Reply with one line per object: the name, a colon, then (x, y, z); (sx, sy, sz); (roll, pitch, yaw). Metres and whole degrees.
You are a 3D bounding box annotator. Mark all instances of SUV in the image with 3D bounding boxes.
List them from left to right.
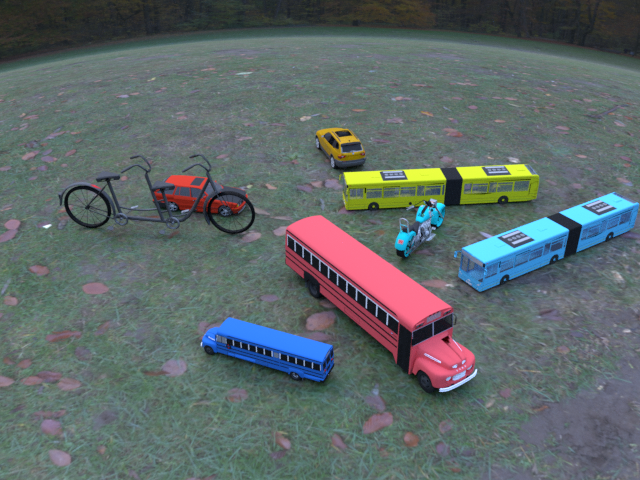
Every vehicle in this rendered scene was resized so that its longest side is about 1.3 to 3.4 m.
SUV: (0.395, -1.901, 13.737); (0.656, 0.580, 1.572); (-9, 32, -15)

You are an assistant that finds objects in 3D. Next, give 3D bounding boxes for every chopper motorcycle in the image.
chopper motorcycle: (1.600, -0.295, 10.913); (0.466, 0.761, 1.563); (18, 36, 27)

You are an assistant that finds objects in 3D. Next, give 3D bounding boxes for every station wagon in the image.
station wagon: (-2.045, -0.793, 12.013); (1.597, 0.473, 0.682); (6, 32, 10)

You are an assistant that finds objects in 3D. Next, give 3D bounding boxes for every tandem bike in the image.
tandem bike: (-2.614, -0.717, 11.066); (3.192, 1.326, 0.550); (3, 31, 4)

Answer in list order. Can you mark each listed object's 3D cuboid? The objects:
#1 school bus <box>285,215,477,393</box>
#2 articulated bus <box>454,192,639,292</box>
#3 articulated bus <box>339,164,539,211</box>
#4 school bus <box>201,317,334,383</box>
school bus: (0.700, 0.737, 9.132); (0.709, 0.844, 3.322); (-20, 36, -29)
articulated bus: (3.528, -0.022, 10.657); (3.401, 0.561, 0.605); (-18, 36, -27)
articulated bus: (2.059, -0.923, 12.143); (3.401, 0.561, 0.605); (-3, 31, -5)
school bus: (-0.675, 1.320, 8.567); (1.708, 0.434, 0.365); (12, 33, 19)
